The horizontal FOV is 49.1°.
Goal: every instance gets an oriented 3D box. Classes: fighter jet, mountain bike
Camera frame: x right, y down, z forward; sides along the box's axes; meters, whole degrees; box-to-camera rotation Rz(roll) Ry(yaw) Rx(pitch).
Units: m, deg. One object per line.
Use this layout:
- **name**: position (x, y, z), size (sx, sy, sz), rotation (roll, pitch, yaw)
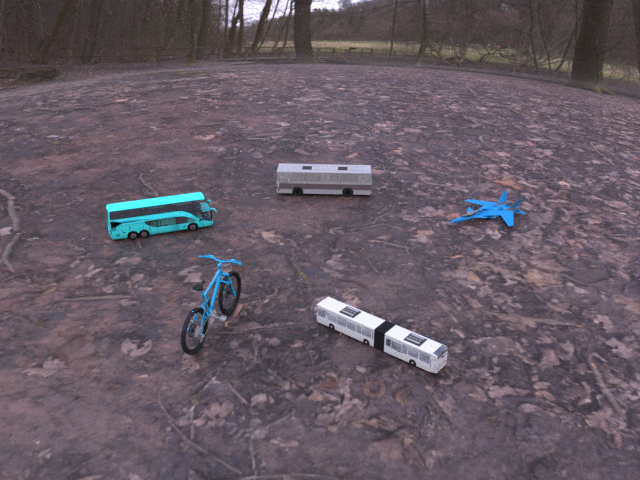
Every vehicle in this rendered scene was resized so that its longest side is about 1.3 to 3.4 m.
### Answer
- **fighter jet**: position (2.683, -0.497, 11.508), size (1.358, 0.286, 1.147), rotation (-13, 30, -25)
- **mountain bike**: position (-1.299, 0.729, 8.467), size (0.573, 0.868, 1.469), rotation (9, 29, 18)

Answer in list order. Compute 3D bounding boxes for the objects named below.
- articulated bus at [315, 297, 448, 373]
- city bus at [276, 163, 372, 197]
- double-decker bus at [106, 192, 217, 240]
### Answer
- **articulated bus**: position (0.693, 1.111, 8.357), size (1.749, 0.289, 0.311), rotation (20, 33, 34)
- **city bus**: position (0.079, -1.060, 12.419), size (1.674, 0.460, 0.476), rotation (1, 27, 3)
- **double-decker bus**: position (-2.479, -0.385, 11.008), size (1.672, 0.541, 0.389), rotation (-9, 28, -17)
